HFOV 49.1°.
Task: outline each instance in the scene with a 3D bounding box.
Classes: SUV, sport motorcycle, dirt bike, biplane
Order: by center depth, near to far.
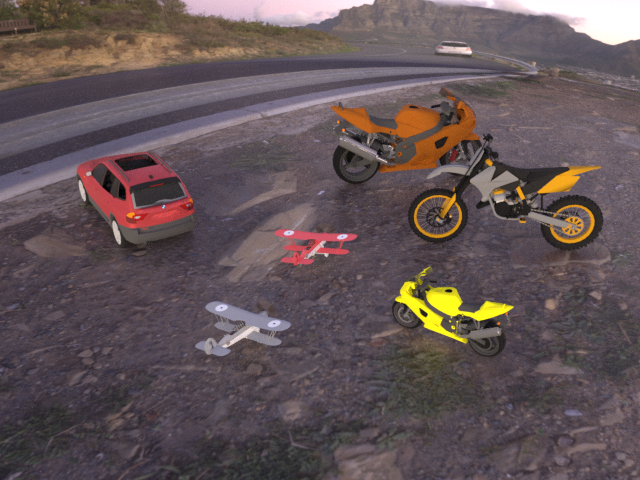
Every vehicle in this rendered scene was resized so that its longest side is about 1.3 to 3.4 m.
[{"bbox_3d":[-0.988,1.097,8.403,1.336,0.504,1.090,20,34,33],"label":"biplane"},{"bbox_3d":[1.561,0.883,8.469,1.520,0.821,0.506,17,32,29],"label":"sport motorcycle"},{"bbox_3d":[-0.149,0.117,10.263,1.336,0.504,1.090,13,30,23],"label":"biplane"},{"bbox_3d":[2.793,-0.635,10.444,2.903,1.666,1.024,3,28,5],"label":"dirt bike"},{"bbox_3d":[-3.082,-0.893,11.512,1.276,1.128,3.058,-16,32,-28],"label":"SUV"},{"bbox_3d":[1.624,-1.859,12.842,2.955,1.596,0.983,-5,28,-10],"label":"sport motorcycle"}]
